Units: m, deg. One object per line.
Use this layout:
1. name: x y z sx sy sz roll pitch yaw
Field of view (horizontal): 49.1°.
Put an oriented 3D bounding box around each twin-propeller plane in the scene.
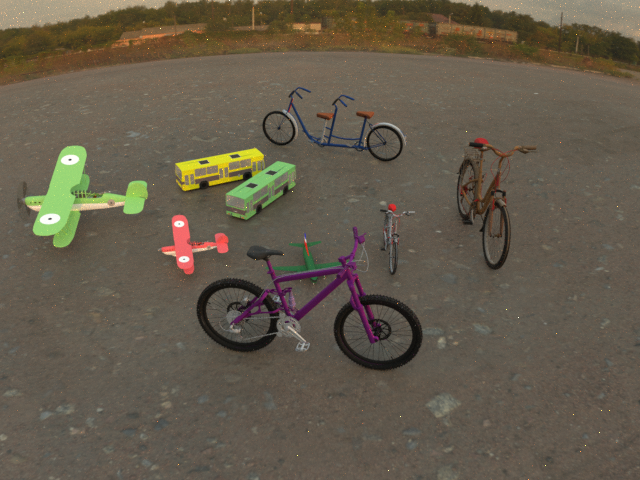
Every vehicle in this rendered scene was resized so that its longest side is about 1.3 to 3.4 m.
1. twin-propeller plane: -0.160 0.295 10.668 1.370 0.407 1.095 -5 30 -8

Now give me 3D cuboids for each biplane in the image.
1. biplane: -1.965 0.118 10.879 1.090 0.504 1.336 -7 30 -12
2. biplane: -3.959 -0.647 11.736 2.120 0.981 2.598 -3 30 -5

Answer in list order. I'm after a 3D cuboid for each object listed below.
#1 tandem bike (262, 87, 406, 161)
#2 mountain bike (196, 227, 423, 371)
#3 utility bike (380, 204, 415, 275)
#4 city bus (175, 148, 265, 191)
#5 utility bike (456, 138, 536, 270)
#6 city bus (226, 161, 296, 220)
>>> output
1. tandem bike: 0.249 -2.403 14.458 3.192 1.326 0.550 11 31 18
2. mountain bike: -0.167 0.788 8.516 2.857 1.688 1.114 6 30 10
3. utility bike: 1.157 -0.137 10.881 0.535 0.946 1.435 -1 30 -1
4. city bus: -1.909 -1.344 13.480 1.674 0.460 0.476 -14 33 -23
5. utility bike: 2.715 -0.844 11.217 1.039 1.839 2.791 -2 30 -4
6. city bus: -1.042 -0.898 12.700 0.476 0.460 1.674 16 33 26
